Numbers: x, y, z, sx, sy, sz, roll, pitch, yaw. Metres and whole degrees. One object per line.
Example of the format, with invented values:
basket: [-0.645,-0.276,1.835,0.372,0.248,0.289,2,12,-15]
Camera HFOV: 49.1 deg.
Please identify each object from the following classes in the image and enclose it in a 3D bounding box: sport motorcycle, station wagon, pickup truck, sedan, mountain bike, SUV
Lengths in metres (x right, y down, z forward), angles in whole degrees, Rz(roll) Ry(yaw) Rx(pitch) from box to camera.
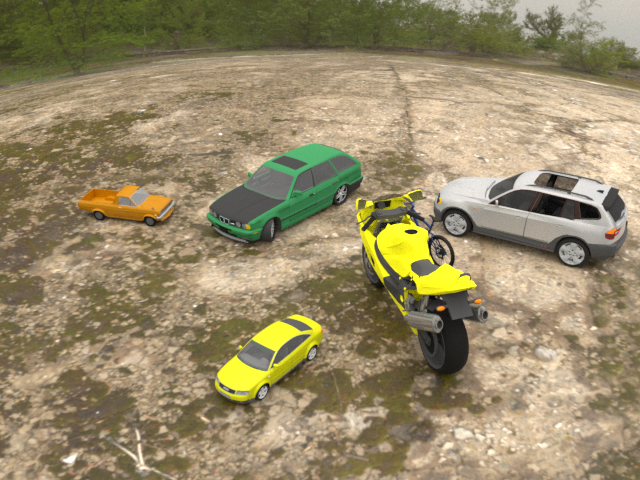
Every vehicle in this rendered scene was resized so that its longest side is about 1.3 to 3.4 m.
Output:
sport motorcycle: [1.179,0.437,9.155,0.983,1.596,2.955,-9,30,-16]
station wagon: [-0.573,-0.928,12.303,1.327,0.920,3.105,22,36,35]
pickup truck: [-3.391,-0.656,12.235,1.603,0.511,0.640,7,30,12]
sedan: [-0.605,1.392,8.584,0.635,0.483,1.613,21,35,32]
mountain bike: [1.580,-0.123,10.910,0.573,0.868,1.469,-19,34,-30]
SUV: [3.398,-0.540,11.393,3.058,1.128,1.276,16,33,27]
